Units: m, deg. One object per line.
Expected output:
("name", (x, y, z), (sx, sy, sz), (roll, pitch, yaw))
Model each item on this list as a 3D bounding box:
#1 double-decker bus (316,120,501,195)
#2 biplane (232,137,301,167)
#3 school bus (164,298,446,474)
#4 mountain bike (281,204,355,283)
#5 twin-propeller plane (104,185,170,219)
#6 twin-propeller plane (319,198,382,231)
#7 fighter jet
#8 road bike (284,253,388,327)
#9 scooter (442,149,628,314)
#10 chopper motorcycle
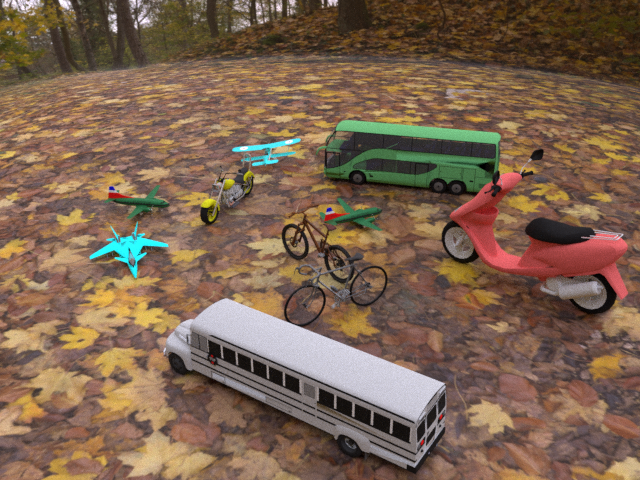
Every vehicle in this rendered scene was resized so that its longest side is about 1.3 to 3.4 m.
("double-decker bus", (1.585, -1.518, 12.700), (3.251, 1.052, 0.756), (7, 29, 13))
("biplane", (-1.044, -1.642, 13.517), (1.336, 0.504, 1.090), (0, 28, 0))
("school bus", (-0.313, 1.397, 7.432), (3.322, 0.844, 0.709), (17, 32, 29))
("mountain bike", (-0.049, 0.042, 9.959), (0.573, 0.868, 1.469), (-24, 36, -38))
("twin-propeller plane", (-3.067, -0.691, 11.831), (1.095, 0.407, 1.370), (4, 28, 8))
("twin-propeller plane", (0.549, -0.433, 11.344), (1.095, 0.407, 1.370), (-14, 31, -24))
("fighter jet", (-2.817, 0.157, 10.362), (1.147, 0.286, 1.358), (-9, 29, -17))
("road bike", (0.227, 0.602, 8.922), (1.545, 0.852, 0.358), (-15, 31, -26))
("scooter", (2.819, -0.148, 9.337), (2.721, 1.786, 1.288), (24, 36, 37))
("chopper motorcycle", (-1.555, -0.878, 11.804), (0.466, 0.761, 1.563), (12, 30, 22))
